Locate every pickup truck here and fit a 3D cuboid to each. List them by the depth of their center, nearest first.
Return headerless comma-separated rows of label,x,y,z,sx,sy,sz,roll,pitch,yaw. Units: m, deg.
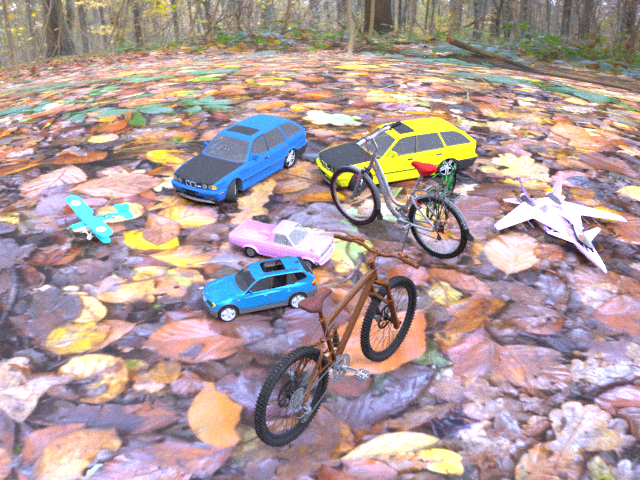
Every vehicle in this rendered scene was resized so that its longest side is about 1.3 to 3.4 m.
pickup truck,-0.595,-0.004,10.761,1.603,0.511,0.640,12,31,21

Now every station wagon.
station wagon,-1.485,-1.649,13.352,1.327,0.920,3.105,16,32,27
station wagon,1.470,-1.724,13.488,3.105,0.920,1.327,-11,30,-19

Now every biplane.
biplane,-3.574,-0.317,11.342,1.090,0.504,1.336,-23,36,-35

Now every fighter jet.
fighter jet,3.988,-0.300,11.255,2.229,0.557,2.640,-4,29,-7

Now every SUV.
SUV,-0.822,0.619,9.544,1.572,0.580,0.656,-9,30,-16

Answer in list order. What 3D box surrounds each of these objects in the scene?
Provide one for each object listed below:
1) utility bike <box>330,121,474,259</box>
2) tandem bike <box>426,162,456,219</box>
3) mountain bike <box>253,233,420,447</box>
utility bike,1.132,-0.747,10.735,2.791,1.839,1.039,24,37,37
tandem bike,2.135,-0.894,12.214,0.283,0.682,1.642,13,31,23
mountain bike,0.285,1.016,7.659,1.114,1.688,2.857,21,35,33
